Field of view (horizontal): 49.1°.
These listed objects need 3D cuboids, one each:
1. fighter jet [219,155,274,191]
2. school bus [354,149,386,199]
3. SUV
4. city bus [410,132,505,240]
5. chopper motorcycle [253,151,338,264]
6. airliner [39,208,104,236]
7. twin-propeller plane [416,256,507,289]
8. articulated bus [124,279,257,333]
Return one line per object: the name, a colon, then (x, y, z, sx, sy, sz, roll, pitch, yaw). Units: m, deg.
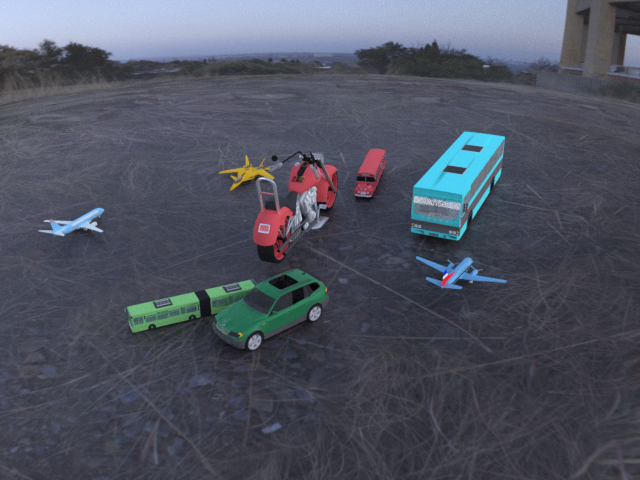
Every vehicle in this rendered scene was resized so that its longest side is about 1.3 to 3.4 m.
fighter jet: (-1.468, -1.276, 13.514, 1.147, 0.286, 1.358, 7, 27, 15)
school bus: (0.963, -1.270, 13.333, 0.365, 0.434, 1.708, 6, 26, 12)
SUV: (-0.605, 0.829, 8.834, 1.572, 0.580, 0.656, -21, 33, -37)
city bus: (2.470, -0.994, 12.236, 0.926, 0.894, 3.255, 11, 28, 22)
chopper motorcycle: (-0.292, -0.751, 11.063, 0.906, 1.480, 3.040, 9, 27, 18)
airliner: (-3.971, -0.371, 11.483, 1.161, 0.429, 1.307, 10, 27, 19)
twin-propeller plane: (1.938, 0.421, 9.873, 1.370, 0.407, 1.095, 16, 30, 29)
articulated bus: (-1.625, 0.848, 9.128, 1.749, 0.289, 0.311, -12, 28, -22)
